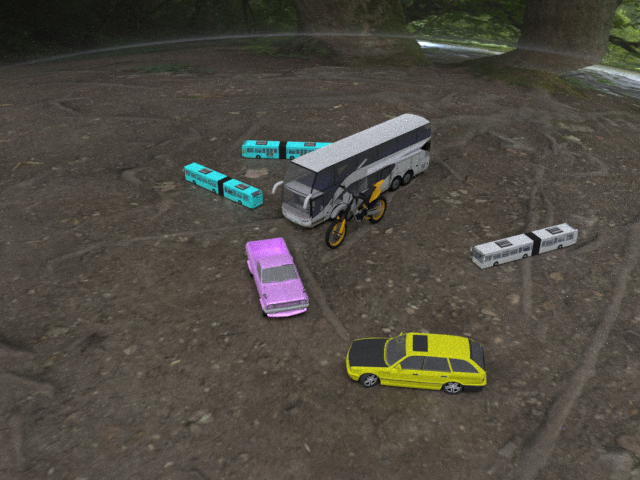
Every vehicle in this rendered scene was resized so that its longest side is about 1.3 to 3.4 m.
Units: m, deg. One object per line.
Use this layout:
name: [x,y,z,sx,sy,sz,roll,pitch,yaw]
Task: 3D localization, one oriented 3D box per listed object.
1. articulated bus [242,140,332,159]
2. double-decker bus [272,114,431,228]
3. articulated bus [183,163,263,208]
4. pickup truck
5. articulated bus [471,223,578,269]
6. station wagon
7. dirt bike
articulated bus: [-0.604,-1.711,13.363,1.749,0.289,0.311,2,31,4]
double-decker bus: [0.650,-1.192,11.756,0.756,1.052,3.251,27,40,37]
articulated bus: [-1.692,-0.954,12.101,1.749,0.289,0.311,24,38,34]
pickup truck: [-0.611,0.439,9.565,0.640,0.511,1.603,-8,32,-12]
articulated bus: [3.048,0.077,10.384,1.749,0.289,0.311,-13,33,-20]
station wagon: [1.102,1.364,8.061,1.597,0.473,0.682,3,31,6]
dirt bike: [0.583,-0.451,10.712,0.527,0.857,1.493,24,38,34]
